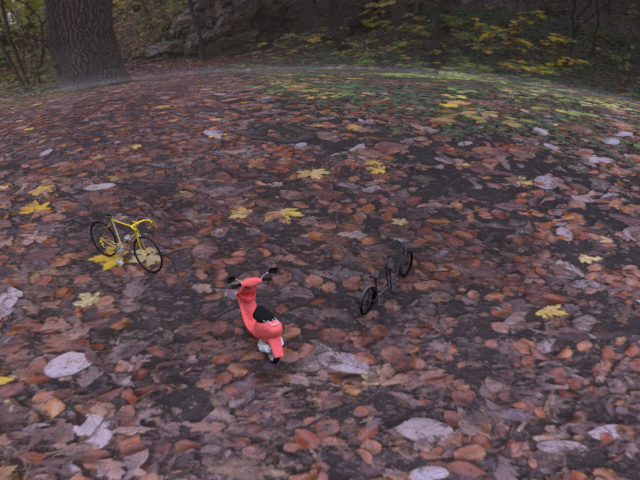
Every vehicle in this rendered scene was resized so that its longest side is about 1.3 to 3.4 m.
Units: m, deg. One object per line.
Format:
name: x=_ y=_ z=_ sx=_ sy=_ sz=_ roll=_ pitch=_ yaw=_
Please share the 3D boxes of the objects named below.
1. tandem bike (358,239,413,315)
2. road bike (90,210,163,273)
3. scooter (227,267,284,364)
tandem bike: x=0.945 y=0.467 z=9.783 sx=0.283 sy=0.682 sz=1.642 roll=16 pitch=31 yaw=28
road bike: x=-2.947 y=-0.012 z=10.541 sx=1.545 sy=0.852 sz=0.358 roll=16 pitch=31 yaw=29
scooter: x=-0.769 y=0.875 z=8.715 sx=0.662 sy=0.919 sz=1.399 roll=-12 pitch=29 yaw=-22
